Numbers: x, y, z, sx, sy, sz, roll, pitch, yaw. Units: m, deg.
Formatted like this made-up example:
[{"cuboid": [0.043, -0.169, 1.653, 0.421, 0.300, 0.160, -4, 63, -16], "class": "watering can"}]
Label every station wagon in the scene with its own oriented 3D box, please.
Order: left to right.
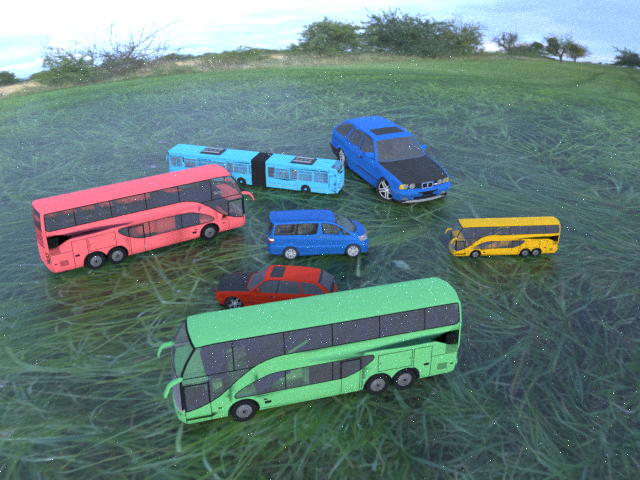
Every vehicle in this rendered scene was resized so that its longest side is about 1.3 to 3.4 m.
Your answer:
[{"cuboid": [-0.586, 0.619, 9.291, 1.597, 0.473, 0.682, 3, 27, 6], "class": "station wagon"}, {"cuboid": [1.279, -1.622, 13.283, 1.327, 0.920, 3.105, -10, 28, -20], "class": "station wagon"}]

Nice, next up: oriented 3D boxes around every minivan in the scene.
[{"cuboid": [-0.031, -0.117, 10.607, 1.548, 0.616, 0.681, -2, 27, -5], "class": "minivan"}]

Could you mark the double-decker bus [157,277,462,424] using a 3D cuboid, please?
[{"cuboid": [-0.066, 1.171, 7.535, 3.251, 1.052, 0.756, -8, 28, -15], "class": "double-decker bus"}]

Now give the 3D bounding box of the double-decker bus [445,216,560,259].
[{"cuboid": [2.747, -0.047, 10.550, 1.672, 0.541, 0.389, -2, 27, -3], "class": "double-decker bus"}]

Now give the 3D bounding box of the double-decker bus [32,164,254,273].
[{"cuboid": [-2.614, -0.386, 10.658, 3.251, 1.052, 0.756, -16, 31, -29], "class": "double-decker bus"}]

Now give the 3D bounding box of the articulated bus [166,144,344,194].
[{"cuboid": [-1.244, -1.342, 13.126, 3.401, 0.561, 0.605, 8, 28, 15], "class": "articulated bus"}]
